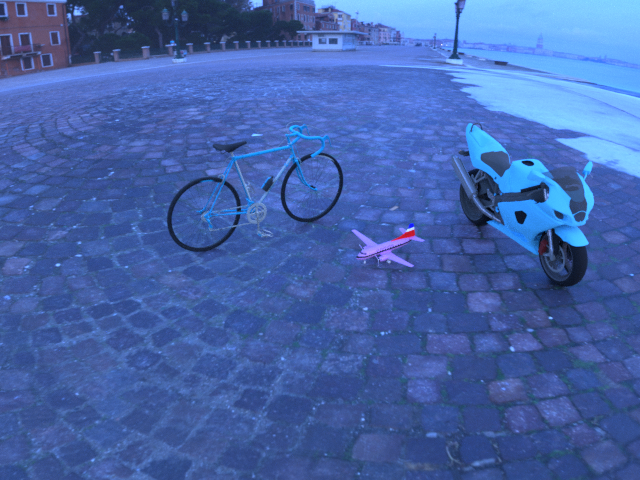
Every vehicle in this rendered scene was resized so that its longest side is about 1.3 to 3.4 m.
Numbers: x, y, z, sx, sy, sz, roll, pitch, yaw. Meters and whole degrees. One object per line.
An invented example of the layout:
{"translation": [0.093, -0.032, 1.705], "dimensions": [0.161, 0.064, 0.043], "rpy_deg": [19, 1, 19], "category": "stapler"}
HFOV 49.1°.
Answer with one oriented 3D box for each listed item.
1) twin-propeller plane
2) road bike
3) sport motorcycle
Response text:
{"translation": [0.965, 0.055, 10.146], "dimensions": [1.095, 0.407, 1.370], "rpy_deg": [-17, 32, -30], "category": "twin-propeller plane"}
{"translation": [-0.888, -0.812, 10.467], "dimensions": [3.004, 1.656, 0.697], "rpy_deg": [-16, 31, -29], "category": "road bike"}
{"translation": [2.872, -0.577, 10.074], "dimensions": [0.983, 1.596, 2.955], "rpy_deg": [-10, 29, -18], "category": "sport motorcycle"}
